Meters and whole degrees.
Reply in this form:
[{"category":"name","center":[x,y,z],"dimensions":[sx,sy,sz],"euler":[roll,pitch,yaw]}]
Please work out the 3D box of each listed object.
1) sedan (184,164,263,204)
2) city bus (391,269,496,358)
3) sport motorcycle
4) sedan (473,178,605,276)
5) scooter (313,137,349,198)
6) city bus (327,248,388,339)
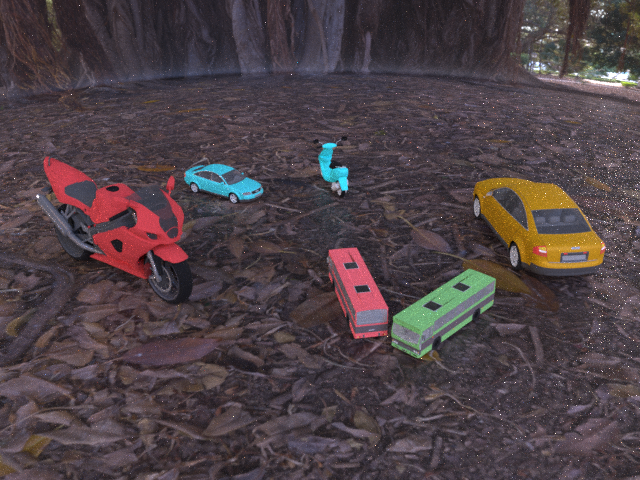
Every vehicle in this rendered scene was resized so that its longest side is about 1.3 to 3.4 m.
[{"category":"sedan","center":[-1.764,-1.080,12.779],"dimensions":[1.613,0.483,0.635],"euler":[16,30,30]},{"category":"city bus","center":[1.569,0.904,8.756],"dimensions":[0.476,0.460,1.674],"euler":[23,34,38]},{"category":"sport motorcycle","center":[-2.828,-0.176,9.670],"dimensions":[2.955,1.596,0.983],"euler":[19,32,34]},{"category":"sedan","center":[3.299,-0.416,10.906],"dimensions":[1.235,0.940,3.137],"euler":[-3,26,-6]},{"category":"scooter","center":[0.237,-1.395,12.927],"dimensions":[0.662,0.919,1.399],"euler":[-8,27,-16]},{"category":"city bus","center":[0.473,0.682,9.209],"dimensions":[0.476,0.460,1.674],"euler":[-5,26,-10]}]
